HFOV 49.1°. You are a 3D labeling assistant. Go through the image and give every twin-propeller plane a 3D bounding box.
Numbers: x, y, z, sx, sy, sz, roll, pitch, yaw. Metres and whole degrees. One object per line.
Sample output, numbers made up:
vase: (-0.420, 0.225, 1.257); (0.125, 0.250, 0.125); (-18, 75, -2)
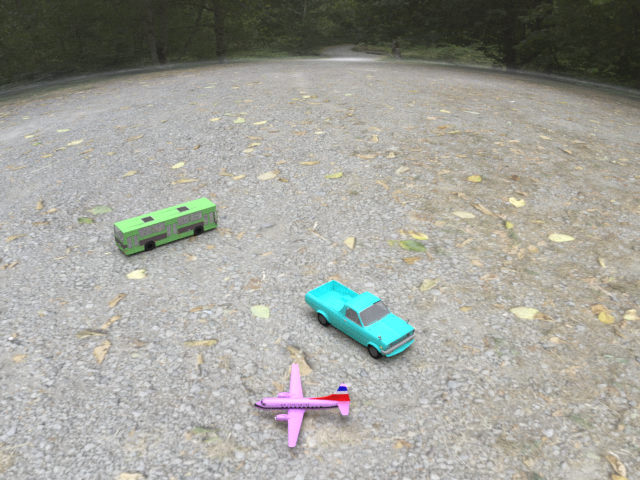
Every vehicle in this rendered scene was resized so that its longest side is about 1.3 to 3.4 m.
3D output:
twin-propeller plane: (-0.204, 1.809, 7.909); (1.095, 0.407, 1.370); (0, 29, 0)

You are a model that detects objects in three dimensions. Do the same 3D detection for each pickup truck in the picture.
pickup truck: (0.510, 0.980, 9.317); (0.640, 0.511, 1.603); (-23, 36, -36)

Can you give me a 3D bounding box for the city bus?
city bus: (-2.522, -0.223, 11.567); (1.674, 0.460, 0.476); (-20, 34, -32)
